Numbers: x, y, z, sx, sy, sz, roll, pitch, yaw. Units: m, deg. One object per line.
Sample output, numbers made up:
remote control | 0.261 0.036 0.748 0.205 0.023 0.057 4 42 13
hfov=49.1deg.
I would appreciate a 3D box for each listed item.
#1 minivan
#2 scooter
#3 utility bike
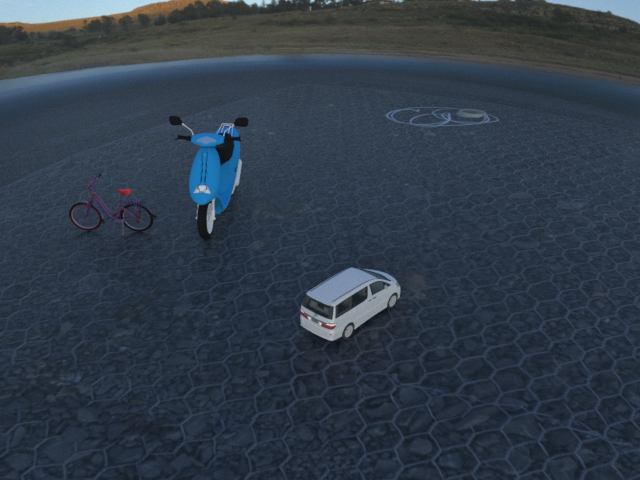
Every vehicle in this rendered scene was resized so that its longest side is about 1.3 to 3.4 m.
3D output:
minivan | 0.438 0.738 9.213 0.681 0.616 1.548 23 36 36
scooter | -1.757 -1.321 11.824 1.288 1.786 2.721 2 28 4
utility bike | -3.365 -0.529 11.232 1.435 0.946 0.535 1 28 2
